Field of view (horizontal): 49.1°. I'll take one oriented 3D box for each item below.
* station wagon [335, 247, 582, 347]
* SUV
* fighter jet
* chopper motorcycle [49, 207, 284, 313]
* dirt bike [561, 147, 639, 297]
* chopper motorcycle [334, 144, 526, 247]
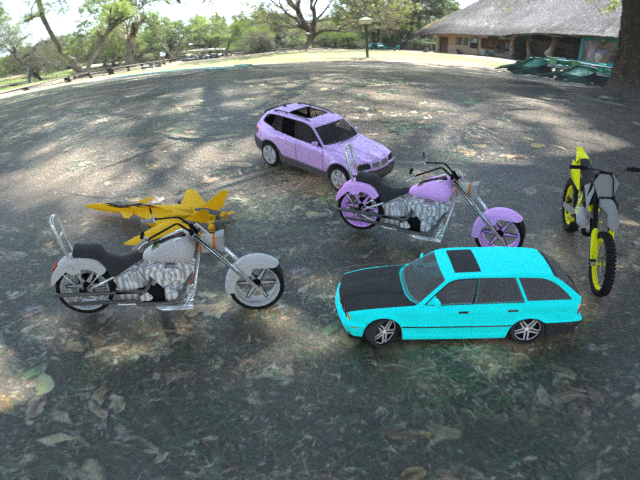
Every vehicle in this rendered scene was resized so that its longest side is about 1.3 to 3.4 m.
[{"bbox_3d":[1.752,0.657,9.119,3.105,0.920,1.327,-1,28,-2],"label":"station wagon"},{"bbox_3d":[0.035,-1.921,13.784,3.058,1.128,1.276,24,36,38],"label":"SUV"},{"bbox_3d":[-2.868,-0.573,11.841,2.640,0.557,2.229,8,29,15],"label":"fighter jet"},{"bbox_3d":[-2.001,0.295,9.207,3.040,1.480,0.906,-2,28,-4],"label":"chopper motorcycle"},{"bbox_3d":[4.040,-0.446,10.412,1.024,1.666,2.903,3,28,6],"label":"dirt bike"},{"bbox_3d":[1.694,-0.622,10.946,3.040,1.480,0.906,10,30,19],"label":"chopper motorcycle"}]
